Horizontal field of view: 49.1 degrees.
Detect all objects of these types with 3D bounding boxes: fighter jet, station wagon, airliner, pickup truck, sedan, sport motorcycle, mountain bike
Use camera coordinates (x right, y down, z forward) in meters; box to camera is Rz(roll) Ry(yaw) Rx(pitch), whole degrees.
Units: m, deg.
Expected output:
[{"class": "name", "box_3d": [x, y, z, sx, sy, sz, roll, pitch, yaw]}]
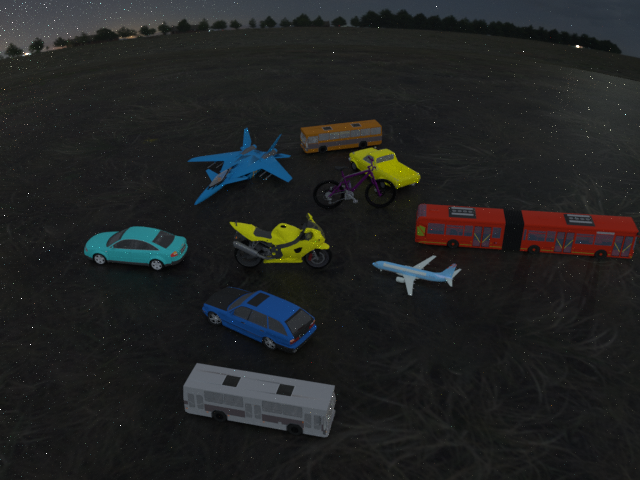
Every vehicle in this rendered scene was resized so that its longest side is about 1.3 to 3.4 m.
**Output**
[{"class": "fighter jet", "box_3d": [-1.650, -1.376, 13.237, 2.229, 0.557, 2.640, 13, 33, 21]}, {"class": "station wagon", "box_3d": [-0.839, 0.970, 9.342, 1.597, 0.473, 0.682, 19, 35, 28]}, {"class": "airliner", "box_3d": [1.388, 0.399, 10.354, 1.307, 0.429, 1.161, 14, 33, 22]}, {"class": "pickup truck", "box_3d": [1.206, -1.414, 13.347, 0.640, 0.511, 1.603, -17, 35, -27]}, {"class": "sedan", "box_3d": [-2.869, 0.075, 10.850, 1.613, 0.483, 0.635, 5, 31, 8]}, {"class": "sport motorcycle", "box_3d": [-0.577, 0.062, 10.539, 1.520, 0.821, 0.506, 1, 31, 2]}, {"class": "mountain bike", "box_3d": [0.611, -0.940, 12.192, 1.469, 0.868, 0.573, -2, 31, -3]}]

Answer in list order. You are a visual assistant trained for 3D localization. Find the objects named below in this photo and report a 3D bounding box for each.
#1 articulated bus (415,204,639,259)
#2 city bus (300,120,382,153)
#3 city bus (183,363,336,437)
[{"class": "articulated bus", "box_3d": [3.243, -0.144, 11.144, 3.401, 0.561, 0.605, 4, 31, 7]}, {"class": "city bus", "box_3d": [0.443, -2.152, 14.648, 1.674, 0.460, 0.476, -9, 32, -14]}, {"class": "city bus", "box_3d": [-0.681, 1.820, 7.914, 1.674, 0.460, 0.476, 7, 31, 12]}]
